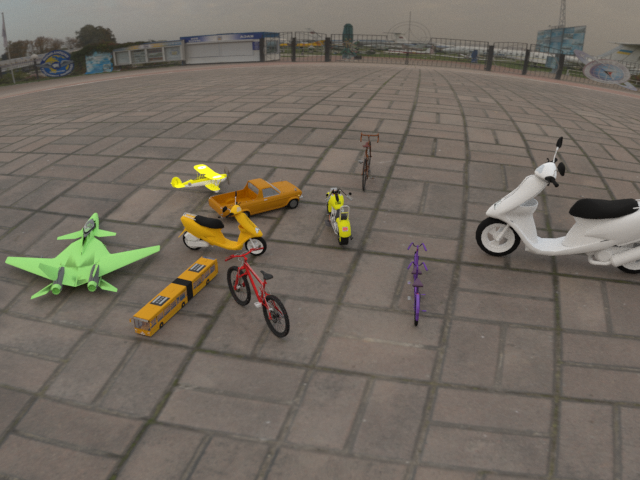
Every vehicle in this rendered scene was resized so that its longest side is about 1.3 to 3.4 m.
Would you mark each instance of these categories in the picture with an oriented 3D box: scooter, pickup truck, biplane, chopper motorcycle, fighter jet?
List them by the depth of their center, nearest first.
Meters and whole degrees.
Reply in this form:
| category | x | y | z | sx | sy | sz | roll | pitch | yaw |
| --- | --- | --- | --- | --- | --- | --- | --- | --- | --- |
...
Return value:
| category | x | y | z | sx | sy | sz | roll | pitch | yaw |
| --- | --- | --- | --- | --- | --- | --- | --- | --- | --- |
| scooter | 3.689 | -0.428 | 10.121 | 2.721 | 1.786 | 1.288 | 7 | 28 | 14 |
| fighter jet | -3.580 | -0.006 | 10.642 | 2.229 | 0.557 | 2.640 | -4 | 28 | -8 |
| scooter | -1.499 | -0.217 | 10.654 | 1.399 | 0.919 | 0.662 | 5 | 28 | 9 |
| chopper motorcycle | 0.284 | -0.506 | 11.379 | 0.466 | 0.761 | 1.563 | -4 | 28 | -7 |
| pickup truck | -1.103 | -0.746 | 12.110 | 1.603 | 0.511 | 0.640 | -16 | 31 | -28 |
| biplane | -2.171 | -1.081 | 12.759 | 1.090 | 0.504 | 1.336 | -13 | 30 | -23 |

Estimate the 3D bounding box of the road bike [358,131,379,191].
| category | x | y | z | sx | sy | sz | roll | pitch | yaw |
| --- | --- | --- | --- | --- | --- | --- | --- | --- | --- |
| road bike | 0.891 | -1.530 | 13.243 | 0.358 | 0.852 | 1.545 | 4 | 28 | 8 |

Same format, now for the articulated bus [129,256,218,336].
| category | x | y | z | sx | sy | sz | roll | pitch | yaw |
| --- | --- | --- | --- | --- | --- | --- | --- | --- | --- |
| articulated bus | -1.929 | 0.730 | 9.522 | 0.311 | 0.289 | 1.749 | 11 | 29 | 20 |

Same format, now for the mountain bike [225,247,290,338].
| category | x | y | z | sx | sy | sz | roll | pitch | yaw |
| --- | --- | --- | --- | --- | --- | --- | --- | --- | --- |
| mountain bike | -0.823 | 0.650 | 9.048 | 0.573 | 0.868 | 1.469 | -19 | 33 | -32 |

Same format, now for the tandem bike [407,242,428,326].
| category | x | y | z | sx | sy | sz | roll | pitch | yaw |
| --- | --- | --- | --- | --- | --- | --- | --- | --- | --- |
| tandem bike | 1.310 | 0.522 | 9.494 | 0.283 | 0.682 | 1.642 | 3 | 28 | 6 |
